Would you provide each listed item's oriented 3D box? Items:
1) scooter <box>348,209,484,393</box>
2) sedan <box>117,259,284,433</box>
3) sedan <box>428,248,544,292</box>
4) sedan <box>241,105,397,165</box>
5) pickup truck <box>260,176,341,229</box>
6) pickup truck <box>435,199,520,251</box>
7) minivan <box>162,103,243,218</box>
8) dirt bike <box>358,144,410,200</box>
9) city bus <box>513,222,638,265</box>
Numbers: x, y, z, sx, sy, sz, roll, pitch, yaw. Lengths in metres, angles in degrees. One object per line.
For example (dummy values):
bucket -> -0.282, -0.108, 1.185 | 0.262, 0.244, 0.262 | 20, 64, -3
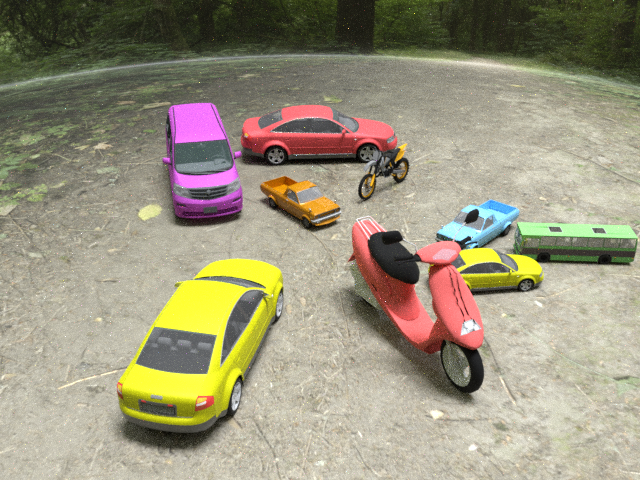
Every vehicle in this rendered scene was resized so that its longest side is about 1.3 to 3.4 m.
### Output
scooter -> 1.084, 0.439, 8.266 | 1.288, 1.786, 2.721 | -14, 31, -24
sedan -> -1.264, 0.963, 8.187 | 1.235, 0.940, 3.137 | 6, 29, 11
sedan -> 2.316, 0.395, 9.723 | 1.613, 0.483, 0.635 | -4, 29, -7
sedan -> -0.015, -2.160, 13.991 | 3.137, 0.940, 1.235 | -2, 28, -3
pickup truck -> -0.344, -0.714, 11.756 | 0.640, 0.511, 1.603 | -20, 34, -33
pickup truck -> 2.471, -0.258, 10.908 | 0.640, 0.511, 1.603 | 24, 36, 37
minivan -> -2.117, -1.451, 12.401 | 1.324, 1.197, 3.011 | -7, 29, -12
dirt bike -> 1.160, -1.273, 12.429 | 0.527, 0.857, 1.493 | 22, 35, 35
city bus -> 3.765, 0.054, 10.382 | 1.674, 0.460, 0.476 | 2, 28, 3
